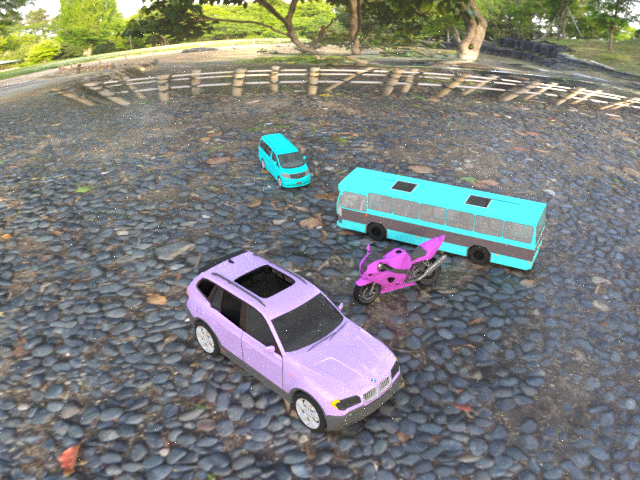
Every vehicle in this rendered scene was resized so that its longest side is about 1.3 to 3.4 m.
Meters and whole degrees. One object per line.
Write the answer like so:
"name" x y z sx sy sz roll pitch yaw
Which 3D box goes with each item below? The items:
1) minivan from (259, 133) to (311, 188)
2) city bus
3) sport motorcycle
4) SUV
"minivan" -0.709 -1.564 13.773 0.681 0.616 1.548 -12 32 -21
"city bus" 1.905 -0.353 11.357 3.255 0.894 0.926 14 32 23
"sport motorcycle" 1.143 0.423 10.064 1.520 0.821 0.506 -15 33 -24
"SUV" -0.415 1.091 8.576 1.276 1.128 3.058 -26 39 -38
